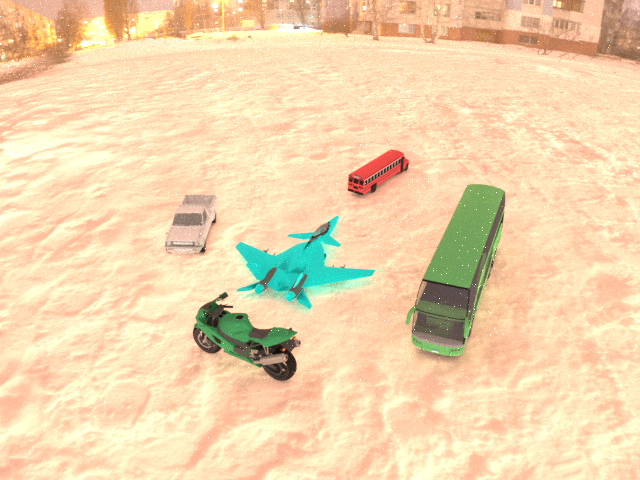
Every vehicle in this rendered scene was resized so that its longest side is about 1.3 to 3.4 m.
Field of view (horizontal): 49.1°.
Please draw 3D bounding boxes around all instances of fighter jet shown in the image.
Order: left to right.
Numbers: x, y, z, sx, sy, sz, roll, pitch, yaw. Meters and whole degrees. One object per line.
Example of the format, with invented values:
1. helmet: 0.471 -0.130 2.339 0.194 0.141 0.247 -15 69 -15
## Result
1. fighter jet: -0.176 0.061 10.653 2.229 0.557 2.640 11 32 19

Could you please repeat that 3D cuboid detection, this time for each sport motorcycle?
1. sport motorcycle: -0.927 1.188 8.448 1.520 0.821 0.506 15 33 24

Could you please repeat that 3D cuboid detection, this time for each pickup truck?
1. pickup truck: -2.075 -0.330 11.373 0.640 0.511 1.603 1 30 2

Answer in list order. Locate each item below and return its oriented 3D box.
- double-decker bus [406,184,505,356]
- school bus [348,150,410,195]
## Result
1. double-decker bus: 1.976 0.335 9.688 0.756 1.052 3.251 11 32 18
2. school bus: 1.138 -1.303 13.128 0.365 0.434 1.708 20 36 31
